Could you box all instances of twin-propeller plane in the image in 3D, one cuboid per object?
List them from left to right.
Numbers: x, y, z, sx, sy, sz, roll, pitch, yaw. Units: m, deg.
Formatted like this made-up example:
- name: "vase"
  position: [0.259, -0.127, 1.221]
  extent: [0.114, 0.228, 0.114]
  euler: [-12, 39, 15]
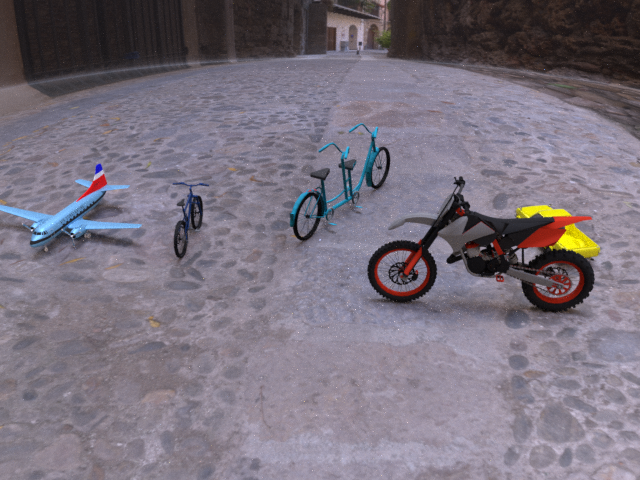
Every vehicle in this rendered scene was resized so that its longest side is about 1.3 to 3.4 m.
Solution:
- name: "twin-propeller plane"
  position: [-3.950, -0.517, 11.114]
  extent: [2.663, 0.792, 2.129]
  euler: [8, 29, 14]

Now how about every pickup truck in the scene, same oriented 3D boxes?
- name: "pickup truck"
  position: [3.611, -0.163, 10.746]
  extent: [0.640, 0.511, 1.603]
  euler: [-6, 29, -12]

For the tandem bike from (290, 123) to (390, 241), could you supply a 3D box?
- name: "tandem bike"
  position: [0.416, -1.058, 11.565]
  extent: [0.550, 1.326, 3.192]
  euler: [17, 32, 28]

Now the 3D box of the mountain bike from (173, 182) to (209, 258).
- name: "mountain bike"
  position: [-2.016, -0.361, 10.738]
  extent: [0.573, 0.868, 1.469]
  euler: [3, 28, 5]

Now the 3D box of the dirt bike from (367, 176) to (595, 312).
- name: "dirt bike"
  position: [2.067, 0.148, 8.922]
  extent: [2.903, 1.666, 1.024]
  euler: [3, 28, 5]
